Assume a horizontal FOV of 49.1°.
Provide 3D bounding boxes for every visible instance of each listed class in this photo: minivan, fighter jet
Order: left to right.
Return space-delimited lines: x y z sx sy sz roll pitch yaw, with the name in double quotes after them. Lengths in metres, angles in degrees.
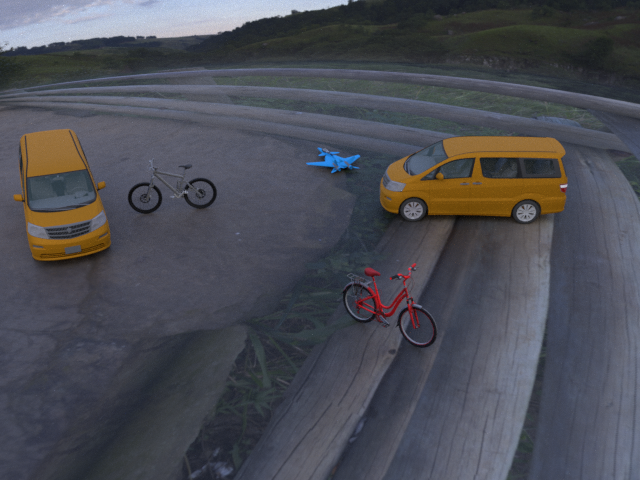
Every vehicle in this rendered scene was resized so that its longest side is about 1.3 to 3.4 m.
-4.132 -0.774 11.120 1.324 1.197 3.011 -11 29 -20 "minivan"
0.224 -1.694 13.874 1.147 0.286 1.358 -11 30 -21 "fighter jet"
2.520 -1.059 11.667 3.011 1.197 1.324 1 28 2 "minivan"

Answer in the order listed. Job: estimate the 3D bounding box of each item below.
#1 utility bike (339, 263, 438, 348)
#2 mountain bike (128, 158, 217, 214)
0.848 0.705 8.548 1.435 0.946 0.535 20 34 34 "utility bike"
-2.470 -0.884 11.686 1.469 0.868 0.573 -6 28 -11 "mountain bike"
